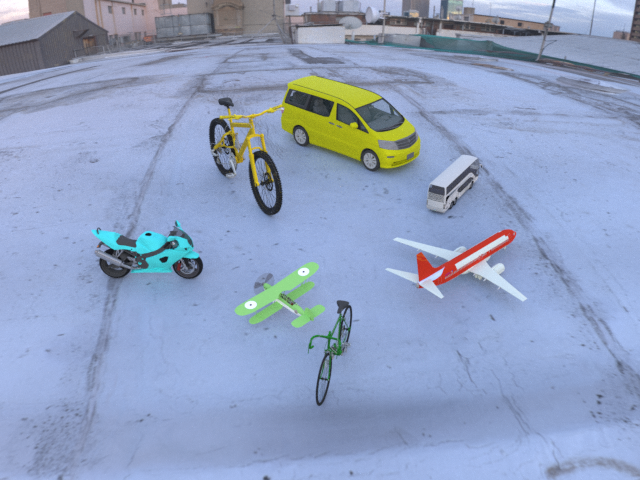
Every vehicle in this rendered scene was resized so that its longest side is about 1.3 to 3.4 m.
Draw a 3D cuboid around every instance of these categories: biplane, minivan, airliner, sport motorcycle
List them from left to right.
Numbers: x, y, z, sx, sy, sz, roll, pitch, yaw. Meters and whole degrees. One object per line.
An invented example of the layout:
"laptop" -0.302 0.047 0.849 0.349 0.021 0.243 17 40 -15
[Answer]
"sport motorcycle" -2.431 0.185 9.930 1.520 0.821 0.506 1 30 2
"biplane" -0.445 0.816 9.159 1.336 0.504 1.090 -23 37 -34
"minivan" 0.598 -2.367 13.950 3.011 1.197 1.324 25 38 36
"airliner" 2.131 0.124 10.021 2.541 0.835 2.257 -26 39 -37

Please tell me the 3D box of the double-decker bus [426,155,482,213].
"double-decker bus" 2.366 -1.019 12.282 0.389 0.541 1.672 17 34 27

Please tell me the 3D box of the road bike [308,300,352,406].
"road bike" 0.179 1.211 8.134 0.358 0.852 1.545 8 31 14

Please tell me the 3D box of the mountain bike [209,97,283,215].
"mountain bike" -1.358 -1.587 12.118 1.114 1.688 2.857 -16 34 -26
